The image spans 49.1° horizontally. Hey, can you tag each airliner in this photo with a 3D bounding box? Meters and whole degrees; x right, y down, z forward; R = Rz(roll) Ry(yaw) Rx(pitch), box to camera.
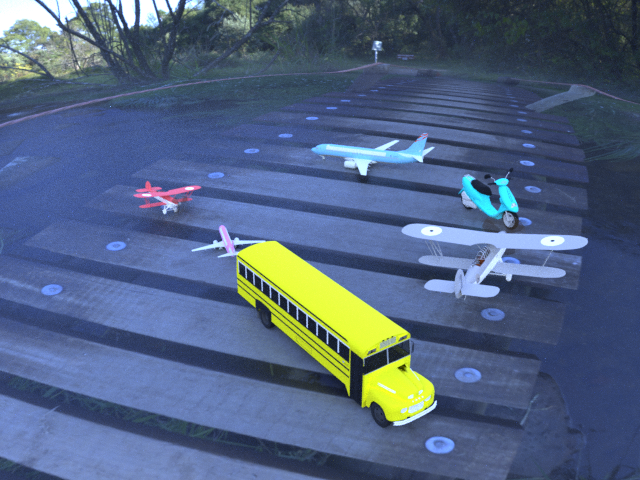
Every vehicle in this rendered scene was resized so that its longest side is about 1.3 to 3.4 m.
[{"bbox_3d":[-1.463,-0.054,11.035,1.161,0.429,1.307,-7,27,-15],"label":"airliner"},{"bbox_3d":[0.993,-1.920,14.346,2.541,0.835,2.257,10,28,20],"label":"airliner"}]

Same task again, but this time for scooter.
[{"bbox_3d":[2.903,-0.797,11.983,0.662,0.919,1.399,-16,30,-29],"label":"scooter"}]

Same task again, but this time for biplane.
[{"bbox_3d":[2.206,0.307,9.684,2.598,0.981,2.120,14,30,27],"label":"biplane"},{"bbox_3d":[-2.766,-0.772,12.401,1.090,0.504,1.336,23,35,39],"label":"biplane"}]

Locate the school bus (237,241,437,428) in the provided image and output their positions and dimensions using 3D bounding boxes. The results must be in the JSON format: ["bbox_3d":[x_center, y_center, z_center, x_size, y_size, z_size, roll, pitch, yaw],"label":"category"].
[{"bbox_3d":[0.087,1.013,8.413,0.709,0.844,3.322,-17,31,-31],"label":"school bus"}]
